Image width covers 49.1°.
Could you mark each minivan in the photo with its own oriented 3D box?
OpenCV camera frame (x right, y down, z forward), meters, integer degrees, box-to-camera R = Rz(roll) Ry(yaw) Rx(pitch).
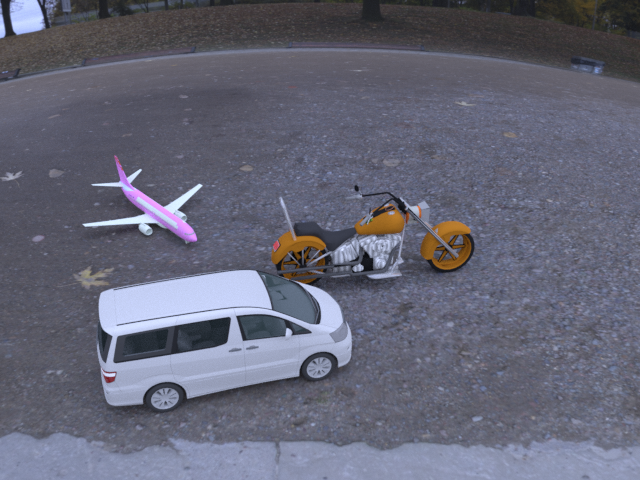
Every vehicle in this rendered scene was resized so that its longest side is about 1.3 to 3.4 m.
[{"bbox_3d":[-1.105,1.066,8.381,3.011,1.197,1.324,-9,31,-15],"label":"minivan"}]

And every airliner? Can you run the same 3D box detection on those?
[{"bbox_3d":[-2.797,-0.670,11.716,2.257,0.835,2.541,-24,38,-35],"label":"airliner"}]

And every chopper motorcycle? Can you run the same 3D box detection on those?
[{"bbox_3d":[0.801,-0.074,10.054,3.040,1.480,0.906,-7,31,-11],"label":"chopper motorcycle"}]
